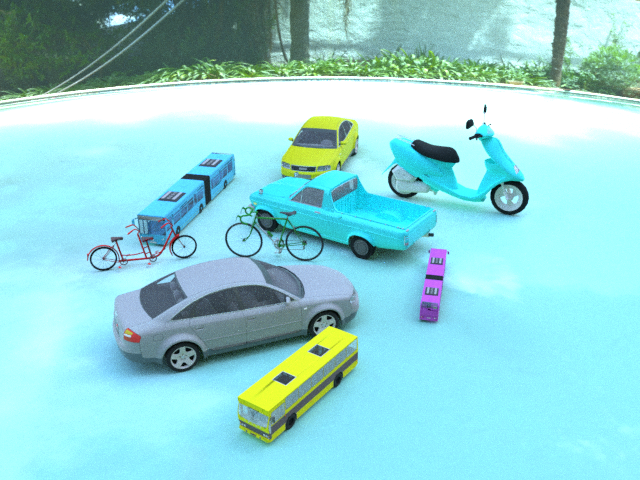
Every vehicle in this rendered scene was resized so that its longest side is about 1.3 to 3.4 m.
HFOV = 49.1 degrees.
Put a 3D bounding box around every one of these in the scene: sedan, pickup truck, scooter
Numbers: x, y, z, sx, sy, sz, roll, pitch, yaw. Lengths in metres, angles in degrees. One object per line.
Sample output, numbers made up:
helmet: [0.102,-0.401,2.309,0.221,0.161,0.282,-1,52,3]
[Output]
sedan: [0.041,-2.035,14.788,1.235,0.940,3.137,6,26,13]
pickup truck: [0.322,-0.540,11.528,3.117,0.993,1.244,16,29,30]
sedan: [-1.003,0.759,8.814,3.137,0.940,1.235,-10,27,-20]
scooter: [2.427,-1.457,12.553,2.721,1.786,1.288,11,27,23]

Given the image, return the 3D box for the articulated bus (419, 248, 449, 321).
articulated bus: [1.619,0.600,9.921,0.311,0.289,1.749,5,26,12]

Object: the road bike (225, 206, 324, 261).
road bike: [-0.709,-0.088,10.728,1.545,0.852,0.358,3,25,7]

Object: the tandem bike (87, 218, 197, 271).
tandem bike: [-2.689,0.068,10.597,1.642,0.682,0.283,-9,26,-18]

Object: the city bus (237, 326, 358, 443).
city bus: [-0.199,1.554,7.680,0.476,0.460,1.674,17,30,31]

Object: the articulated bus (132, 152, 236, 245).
articulated bus: [-2.326,-0.836,12.671,0.605,0.561,3.401,6,26,12]
